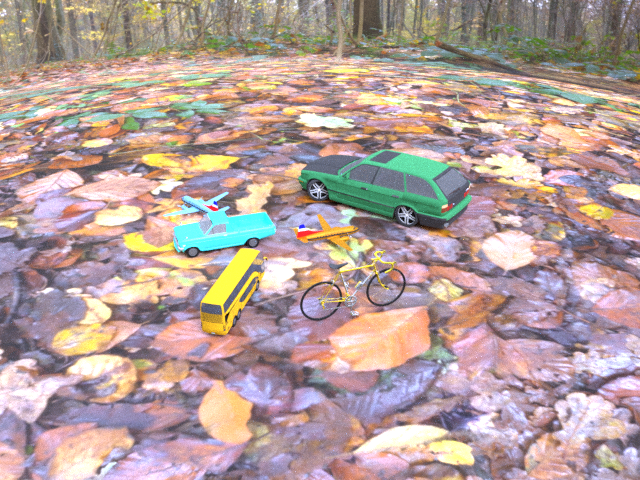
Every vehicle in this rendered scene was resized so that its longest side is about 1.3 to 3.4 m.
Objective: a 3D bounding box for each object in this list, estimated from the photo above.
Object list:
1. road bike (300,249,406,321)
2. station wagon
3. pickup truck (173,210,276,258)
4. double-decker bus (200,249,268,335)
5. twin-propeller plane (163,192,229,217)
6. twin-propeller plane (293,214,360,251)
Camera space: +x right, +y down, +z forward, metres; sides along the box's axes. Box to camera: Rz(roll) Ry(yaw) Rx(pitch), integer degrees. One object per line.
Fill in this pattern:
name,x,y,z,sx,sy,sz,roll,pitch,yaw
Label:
road bike,0.460,0.614,9.330,1.545,0.852,0.358,-10,30,-19
station wagon,1.084,-1.072,12.417,3.105,0.920,1.327,18,33,30
pickup truck,-1.530,-0.167,11.157,1.603,0.511,0.640,-9,29,-17
double-decker bus,-1.161,0.655,9.584,0.389,0.541,1.672,7,29,13
twin-propeller plane,-2.082,-0.628,12.130,1.370,0.407,1.095,-25,37,-38
twin-propeller plane,0.139,-0.143,11.222,1.095,0.407,1.370,-11,30,-19
